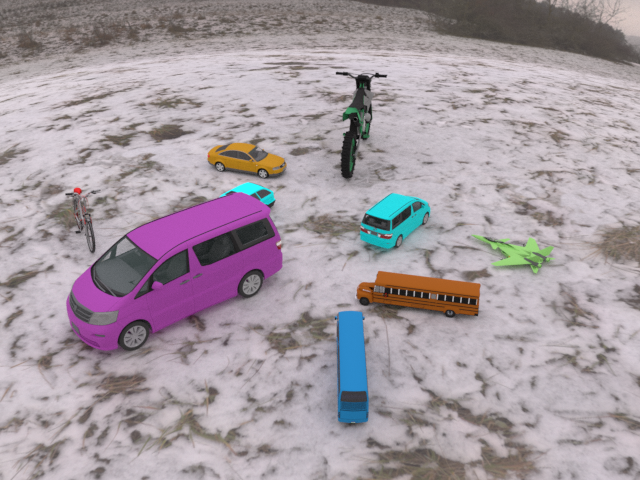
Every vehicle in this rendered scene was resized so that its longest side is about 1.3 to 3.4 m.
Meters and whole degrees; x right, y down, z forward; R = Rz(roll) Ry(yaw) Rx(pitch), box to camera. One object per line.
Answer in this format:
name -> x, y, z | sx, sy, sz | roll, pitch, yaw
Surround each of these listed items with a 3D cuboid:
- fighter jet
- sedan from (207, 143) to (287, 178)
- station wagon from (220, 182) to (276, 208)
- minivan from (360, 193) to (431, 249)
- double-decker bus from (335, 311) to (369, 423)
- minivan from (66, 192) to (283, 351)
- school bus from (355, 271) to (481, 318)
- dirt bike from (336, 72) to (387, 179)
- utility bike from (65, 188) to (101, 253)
fighter jet -> 2.955, 0.077, 10.999 | 1.358, 0.286, 1.147 | 26, 39, 38
sedan -> -1.434, -1.608, 13.740 | 1.613, 0.483, 0.635 | 11, 32, 18
station wagon -> -1.462, -0.551, 11.906 | 0.682, 0.473, 1.597 | 20, 35, 31
minivan -> 1.273, -0.409, 11.515 | 0.681, 0.616, 1.548 | 19, 35, 29
double-decker bus -> 0.375, 1.444, 8.359 | 0.389, 0.541, 1.672 | 0, 30, 1
minivan -> -1.968, 0.360, 9.590 | 3.011, 1.197, 1.324 | -23, 37, -35
school bus -> 1.344, 0.737, 9.699 | 1.708, 0.434, 0.365 | 7, 31, 12
dirt bike -> 0.753, -2.441, 14.004 | 1.024, 1.666, 2.903 | 6, 30, 11
utility bike -> -3.770, -0.442, 11.242 | 0.535, 0.946, 1.435 | -15, 33, -24
